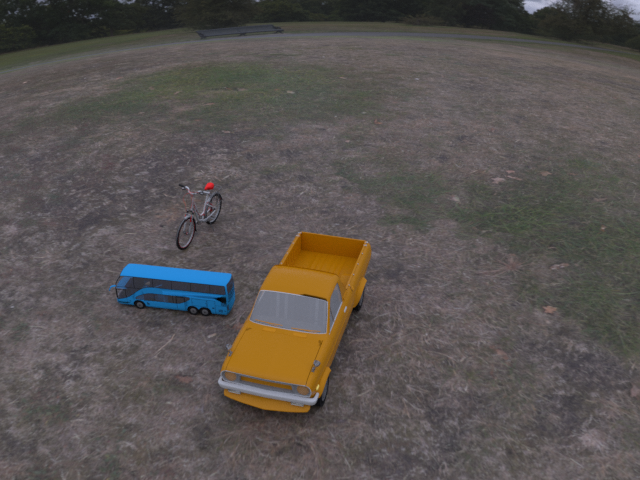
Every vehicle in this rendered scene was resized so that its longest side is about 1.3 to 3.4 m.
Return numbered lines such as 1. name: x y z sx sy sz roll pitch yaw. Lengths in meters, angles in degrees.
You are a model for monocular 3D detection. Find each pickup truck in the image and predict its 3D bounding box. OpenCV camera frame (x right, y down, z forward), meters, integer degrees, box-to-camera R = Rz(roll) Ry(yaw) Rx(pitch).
1. pickup truck: -0.200 0.809 8.796 1.244 0.993 3.117 8 32 13

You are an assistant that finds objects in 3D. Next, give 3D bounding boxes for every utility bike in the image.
1. utility bike: -1.837 -0.483 10.963 0.535 0.946 1.435 12 33 19

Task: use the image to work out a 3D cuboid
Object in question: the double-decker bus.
1. double-decker bus: -1.988 0.665 9.467 1.672 0.541 0.389 5 32 9
